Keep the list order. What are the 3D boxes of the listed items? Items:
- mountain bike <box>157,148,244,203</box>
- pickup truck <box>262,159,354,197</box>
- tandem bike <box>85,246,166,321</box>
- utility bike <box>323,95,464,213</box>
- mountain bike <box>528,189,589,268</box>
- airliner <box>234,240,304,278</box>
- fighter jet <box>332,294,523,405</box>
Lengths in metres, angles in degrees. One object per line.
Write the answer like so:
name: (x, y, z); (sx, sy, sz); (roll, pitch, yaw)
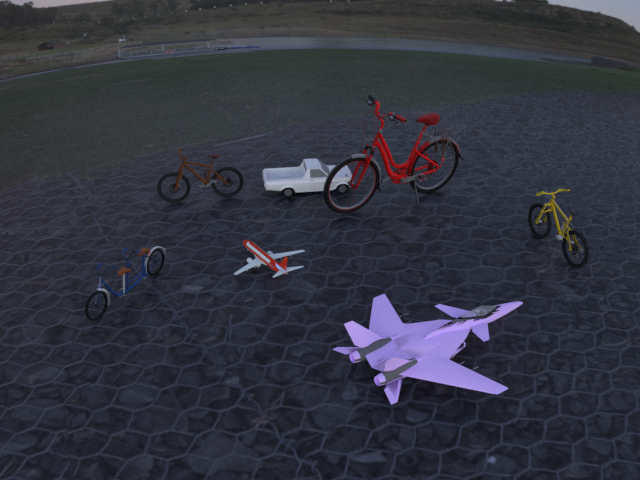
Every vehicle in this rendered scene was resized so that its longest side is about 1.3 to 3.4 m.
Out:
mountain bike: (-2.037, -1.079, 11.897); (1.469, 0.868, 0.573); (-7, 30, -12)
pickup truck: (-0.214, -1.129, 12.348); (1.603, 0.511, 0.640); (-4, 30, -7)
tandem bike: (-2.586, 0.448, 9.383); (0.283, 0.682, 1.642); (13, 32, 22)
utility bike: (1.337, -1.393, 11.465); (2.791, 1.839, 1.039); (-15, 33, -24)
mountain bike: (3.535, -0.217, 10.371); (0.573, 0.868, 1.469); (-9, 31, -15)
airliner: (-0.798, 0.174, 10.124); (1.161, 0.429, 1.307); (-19, 34, -30)
fighter jet: (1.560, 1.024, 8.491); (2.640, 0.557, 2.229); (-18, 34, -28)
